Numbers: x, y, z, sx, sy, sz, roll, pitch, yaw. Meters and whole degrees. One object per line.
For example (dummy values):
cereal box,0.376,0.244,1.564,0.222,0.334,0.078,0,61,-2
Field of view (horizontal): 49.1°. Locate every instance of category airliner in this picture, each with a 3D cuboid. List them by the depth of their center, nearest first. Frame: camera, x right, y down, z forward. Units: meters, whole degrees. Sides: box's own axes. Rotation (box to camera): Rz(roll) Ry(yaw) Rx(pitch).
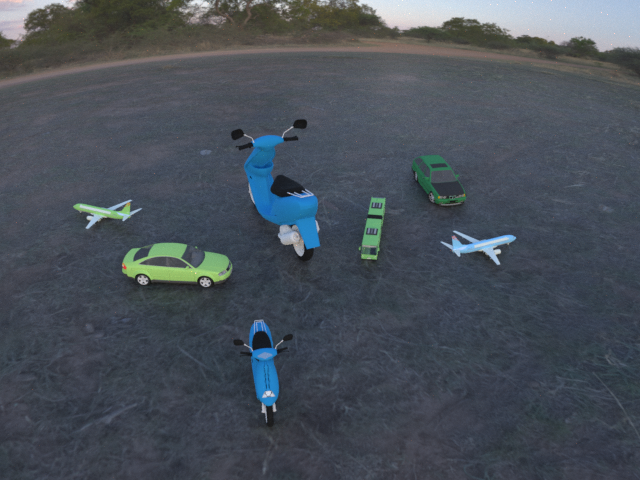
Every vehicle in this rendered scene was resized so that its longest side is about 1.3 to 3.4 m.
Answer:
airliner,2.576,-0.004,11.005,1.307,0.429,1.161,-13,32,-22
airliner,-3.732,-0.563,11.991,1.307,0.429,1.161,13,32,21

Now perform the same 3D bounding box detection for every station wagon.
station wagon,2.198,-1.153,12.987,0.682,0.473,1.597,-5,30,-9

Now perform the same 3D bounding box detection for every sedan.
sedan,-2.109,0.334,10.355,1.613,0.483,0.635,2,30,4

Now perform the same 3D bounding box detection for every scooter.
scooter,-0.649,1.387,8.059,0.662,0.919,1.399,-5,30,-8
scooter,-0.665,-0.903,11.215,1.288,1.786,2.721,-13,32,-22

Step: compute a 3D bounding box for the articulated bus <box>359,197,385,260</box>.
articulated bus,0.887,-0.222,11.532,0.311,0.289,1.749,4,30,8
